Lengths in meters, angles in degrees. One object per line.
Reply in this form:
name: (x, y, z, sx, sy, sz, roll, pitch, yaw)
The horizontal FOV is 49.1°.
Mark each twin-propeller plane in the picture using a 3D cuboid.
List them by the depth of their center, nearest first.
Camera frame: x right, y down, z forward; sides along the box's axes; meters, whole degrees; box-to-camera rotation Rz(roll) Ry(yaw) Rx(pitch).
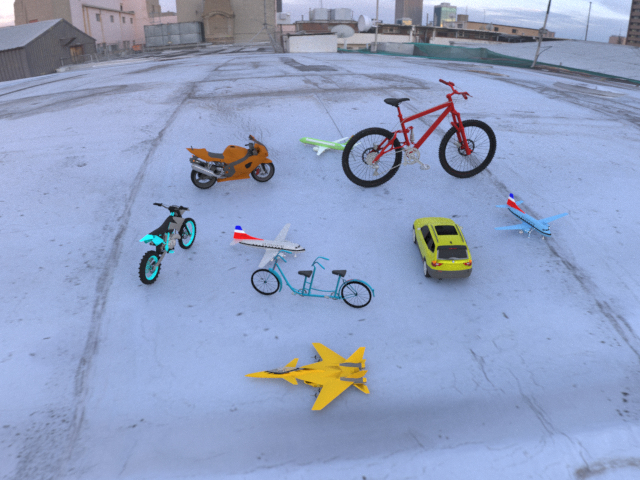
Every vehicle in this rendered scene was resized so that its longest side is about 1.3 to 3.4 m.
twin-propeller plane: (-0.736, 0.024, 10.091, 1.095, 0.407, 1.370, 7, 29, 13)
twin-propeller plane: (3.215, -0.360, 10.805, 1.370, 0.407, 1.095, -11, 30, -20)

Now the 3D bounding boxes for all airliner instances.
airliner: (0.137, -1.969, 13.783, 1.307, 0.429, 1.161, 16, 32, 28)

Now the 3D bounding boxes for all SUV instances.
SUV: (1.726, 0.019, 9.916, 0.656, 0.580, 1.572, -1, 28, -2)

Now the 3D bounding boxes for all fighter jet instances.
fighter jet: (-0.150, 1.408, 7.636, 1.358, 0.286, 1.147, 0, 28, 0)

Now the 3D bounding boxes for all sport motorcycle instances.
sport motorcycle: (-1.535, -1.331, 12.179, 1.520, 0.821, 0.506, -8, 29, -14)

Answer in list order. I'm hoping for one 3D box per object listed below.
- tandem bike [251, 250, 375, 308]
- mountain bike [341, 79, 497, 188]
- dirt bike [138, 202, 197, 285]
tandem bike: (-0.109, 0.500, 8.912, 1.642, 0.682, 0.283, 7, 29, 12)
mountain bike: (1.760, -1.774, 12.088, 2.857, 1.688, 1.114, -7, 29, -12)
dirt bike: (-2.116, -0.034, 9.721, 0.527, 0.857, 1.493, 9, 30, 17)
